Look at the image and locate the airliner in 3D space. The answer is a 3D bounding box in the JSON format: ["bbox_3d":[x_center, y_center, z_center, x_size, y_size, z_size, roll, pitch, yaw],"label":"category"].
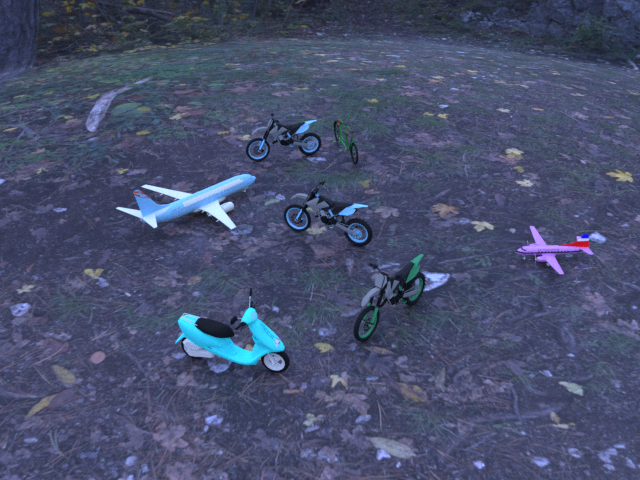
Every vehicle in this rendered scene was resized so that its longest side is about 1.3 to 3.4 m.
[{"bbox_3d":[-1.976,-0.824,11.421,2.257,0.835,2.541,24,38,35],"label":"airliner"}]

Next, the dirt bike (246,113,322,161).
[{"bbox_3d":[-0.686,-1.950,13.330,1.493,0.857,0.527,-9,31,-15],"label":"dirt bike"}]

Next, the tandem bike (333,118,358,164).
[{"bbox_3d":[0.498,-2.047,13.669,0.283,0.682,1.642,-7,31,-12],"label":"tandem bike"}]

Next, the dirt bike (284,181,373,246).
[{"bbox_3d":[0.107,-0.392,10.659,1.493,0.857,0.527,13,33,21],"label":"dirt bike"}]

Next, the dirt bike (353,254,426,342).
[{"bbox_3d":[0.916,0.673,8.833,0.527,0.857,1.493,24,38,35],"label":"dirt bike"}]

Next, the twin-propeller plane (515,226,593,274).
[{"bbox_3d":[3.410,0.101,10.261,1.095,0.407,1.370,-1,30,-2],"label":"twin-propeller plane"}]

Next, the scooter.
[{"bbox_3d":[-1.028,1.077,8.078,1.399,0.919,0.662,7,31,12],"label":"scooter"}]
